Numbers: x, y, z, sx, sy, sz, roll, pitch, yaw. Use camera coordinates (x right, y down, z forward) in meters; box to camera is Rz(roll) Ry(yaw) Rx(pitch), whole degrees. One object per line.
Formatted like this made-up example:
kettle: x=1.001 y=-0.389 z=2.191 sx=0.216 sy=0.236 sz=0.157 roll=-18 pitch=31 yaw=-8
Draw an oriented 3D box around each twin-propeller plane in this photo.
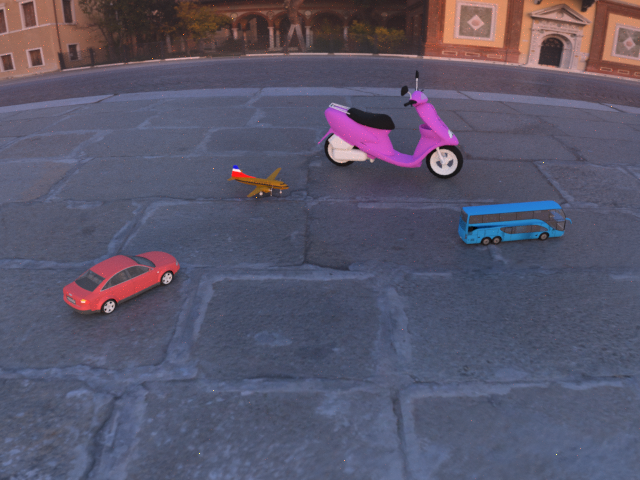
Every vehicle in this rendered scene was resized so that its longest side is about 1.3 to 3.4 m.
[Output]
twin-propeller plane: x=-1.053 y=-1.060 z=12.241 sx=1.095 sy=0.407 sz=1.370 roll=9 pitch=29 yaw=17

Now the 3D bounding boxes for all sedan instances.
sedan: x=-2.587 y=0.474 z=9.234 sx=0.635 sy=0.483 sz=1.613 roll=22 pitch=35 yaw=35

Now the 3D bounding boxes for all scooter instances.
scooter: x=1.279 y=-2.074 z=12.690 sx=2.721 sy=1.786 sz=1.288 roll=9 pitch=29 yaw=16

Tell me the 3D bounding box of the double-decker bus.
double-decker bus: x=2.935 y=-0.267 z=10.585 sx=1.672 sy=0.541 sz=0.389 roll=-5 pitch=28 yaw=-9
